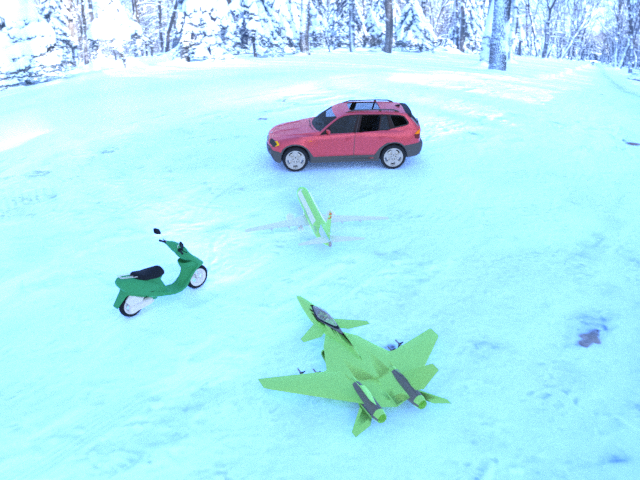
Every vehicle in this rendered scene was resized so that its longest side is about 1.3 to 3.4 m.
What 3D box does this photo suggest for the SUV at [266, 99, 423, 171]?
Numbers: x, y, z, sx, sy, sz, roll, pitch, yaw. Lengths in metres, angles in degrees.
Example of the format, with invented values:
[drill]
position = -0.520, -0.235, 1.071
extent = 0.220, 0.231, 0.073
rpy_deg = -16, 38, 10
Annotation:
[SUV]
position = 0.476, -2.101, 13.729
extent = 3.058, 1.128, 1.276
rpy_deg = -2, 27, -4

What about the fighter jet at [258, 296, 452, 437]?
[fighter jet]
position = 0.279, 1.109, 8.005
extent = 2.229, 0.557, 2.640
rpy_deg = -12, 29, -23

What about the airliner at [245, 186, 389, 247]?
[airliner]
position = -0.090, -0.535, 10.951
extent = 2.257, 0.835, 2.541
rpy_deg = -5, 27, -11

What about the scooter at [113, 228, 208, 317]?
[scooter]
position = -2.043, 0.401, 9.005
extent = 1.399, 0.919, 0.662
rpy_deg = -24, 35, -39
